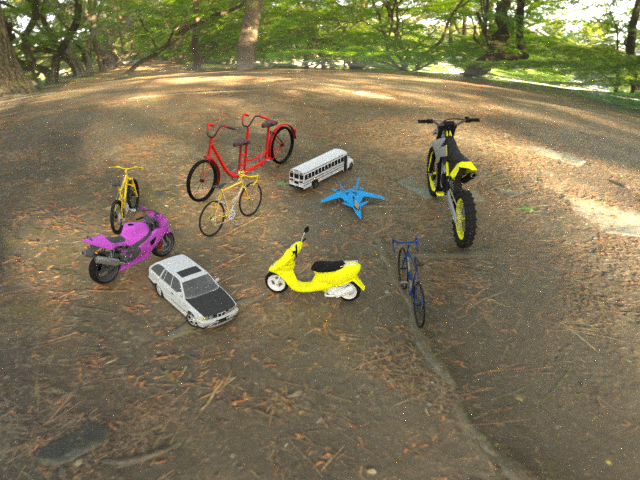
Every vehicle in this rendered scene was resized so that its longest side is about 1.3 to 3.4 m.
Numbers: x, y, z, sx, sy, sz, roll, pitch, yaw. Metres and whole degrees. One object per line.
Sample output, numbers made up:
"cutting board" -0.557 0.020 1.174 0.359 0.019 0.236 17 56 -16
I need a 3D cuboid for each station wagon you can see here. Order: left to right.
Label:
"station wagon" -1.724 0.640 9.421 0.682 0.473 1.597 -19 33 -33

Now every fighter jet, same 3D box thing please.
"fighter jet" 0.601 -0.733 12.343 1.147 0.286 1.358 -3 27 -7

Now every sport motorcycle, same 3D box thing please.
"sport motorcycle" -2.740 0.062 10.179 0.506 0.821 1.520 20 33 35

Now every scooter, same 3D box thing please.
"scooter" -0.080 0.371 9.460 1.399 0.919 0.662 6 27 11

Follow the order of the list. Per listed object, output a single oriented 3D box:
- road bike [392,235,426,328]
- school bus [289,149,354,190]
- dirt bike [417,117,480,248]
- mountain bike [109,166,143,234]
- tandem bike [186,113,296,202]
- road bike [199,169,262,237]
"road bike" 1.212 0.498 9.282 0.358 0.852 1.545 -3 27 -6
"school bus" 0.066 -1.388 13.475 0.365 0.434 1.708 18 32 32
"dirt bike" 2.140 -1.115 11.570 1.024 1.666 2.903 -2 27 -4
"mountain bike" -3.257 -0.715 11.664 0.573 0.868 1.469 1 27 2
"tandem bike" -1.403 -1.736 13.177 0.550 1.326 3.192 17 31 30
"road bike" -1.455 -0.629 11.511 0.358 0.852 1.545 18 32 31
